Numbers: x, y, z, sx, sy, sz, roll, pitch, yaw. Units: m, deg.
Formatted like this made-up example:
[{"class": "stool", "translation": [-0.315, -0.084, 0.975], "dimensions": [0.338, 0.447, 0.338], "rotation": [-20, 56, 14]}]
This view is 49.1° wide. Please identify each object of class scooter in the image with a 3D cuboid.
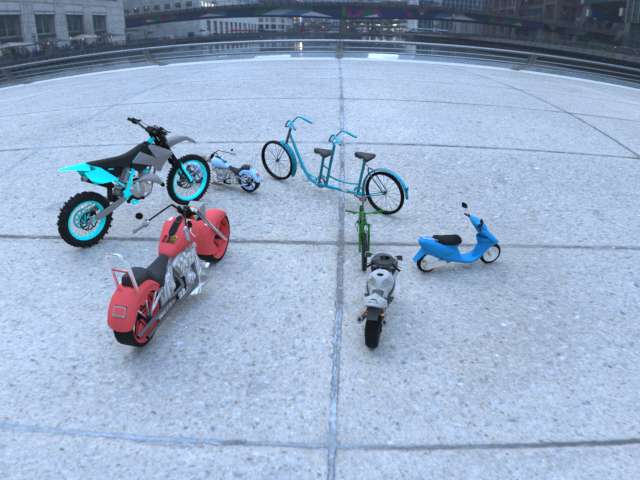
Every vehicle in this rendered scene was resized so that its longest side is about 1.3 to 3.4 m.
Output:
[{"class": "scooter", "translation": [2.037, 0.006, 10.229], "dimensions": [1.399, 0.919, 0.662], "rotation": [-7, 30, -13]}]

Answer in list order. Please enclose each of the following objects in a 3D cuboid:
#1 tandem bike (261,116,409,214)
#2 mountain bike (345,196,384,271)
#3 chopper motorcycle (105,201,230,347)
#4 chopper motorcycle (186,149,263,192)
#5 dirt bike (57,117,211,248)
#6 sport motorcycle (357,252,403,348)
[{"class": "tandem bike", "translation": [0.173, -1.361, 12.266], "dimensions": [3.192, 1.326, 0.550], "rotation": [20, 35, 31]}, {"class": "mountain bike", "translation": [0.652, -0.182, 10.620], "dimensions": [0.573, 0.868, 1.469], "rotation": [0, 29, 0]}, {"class": "chopper motorcycle", "translation": [-1.924, 0.165, 9.368], "dimensions": [0.906, 1.480, 3.040], "rotation": [8, 30, 14]}, {"class": "chopper motorcycle", "translation": [-1.777, -1.311, 12.755], "dimensions": [1.563, 0.761, 0.466], "rotation": [13, 32, 22]}, {"class": "dirt bike", "translation": [-2.948, -1.006, 11.277], "dimensions": [1.024, 1.666, 2.903], "rotation": [24, 37, 37]}, {"class": "sport motorcycle", "translation": [0.763, 0.721, 9.046], "dimensions": [0.506, 0.821, 1.520], "rotation": [6, 30, 10]}]
